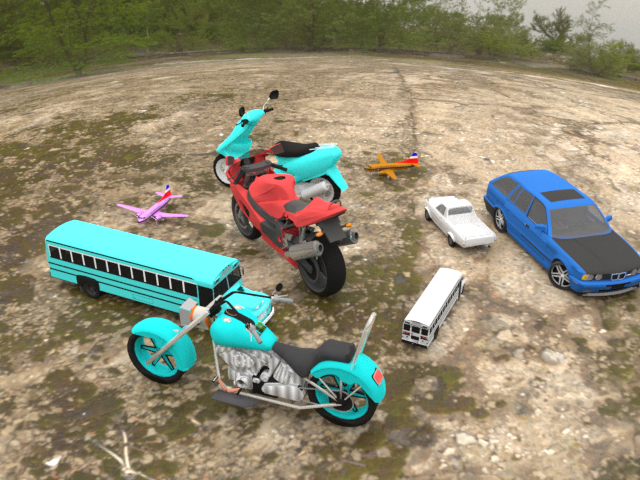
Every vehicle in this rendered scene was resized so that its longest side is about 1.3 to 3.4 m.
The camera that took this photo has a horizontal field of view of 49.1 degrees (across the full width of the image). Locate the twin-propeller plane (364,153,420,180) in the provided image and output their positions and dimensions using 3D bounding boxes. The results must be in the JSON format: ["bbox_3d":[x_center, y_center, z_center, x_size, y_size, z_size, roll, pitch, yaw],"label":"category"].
[{"bbox_3d":[1.383,-1.474,13.571,1.095,0.407,1.370,-5,29,-9],"label":"twin-propeller plane"}]

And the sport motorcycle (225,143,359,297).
[{"bbox_3d":[-0.540,-0.341,10.210,0.983,1.596,2.955,-18,33,-30],"label":"sport motorcycle"}]

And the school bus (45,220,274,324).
[{"bbox_3d":[-2.189,0.488,9.462,3.322,0.844,0.709,12,31,22],"label":"school bus"}]

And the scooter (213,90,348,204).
[{"bbox_3d":[-0.768,-1.574,12.302,2.721,1.786,1.288,13,31,23],"label":"scooter"}]

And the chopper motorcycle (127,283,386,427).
[{"bbox_3d":[-0.763,1.153,7.557,3.040,1.480,0.906,10,30,18],"label":"chopper motorcycle"}]

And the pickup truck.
[{"bbox_3d":[2.240,-0.344,11.360,0.640,0.511,1.603,-7,29,-13],"label":"pickup truck"}]

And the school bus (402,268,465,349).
[{"bbox_3d":[1.545,0.827,9.265,0.365,0.434,1.708,13,31,23],"label":"school bus"}]

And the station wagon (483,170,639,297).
[{"bbox_3d":[3.689,-0.251,10.757,1.327,0.920,3.105,-7,29,-12],"label":"station wagon"}]

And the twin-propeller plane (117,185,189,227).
[{"bbox_3d":[-2.804,-0.576,11.902,1.370,0.407,1.095,9,30,17],"label":"twin-propeller plane"}]
